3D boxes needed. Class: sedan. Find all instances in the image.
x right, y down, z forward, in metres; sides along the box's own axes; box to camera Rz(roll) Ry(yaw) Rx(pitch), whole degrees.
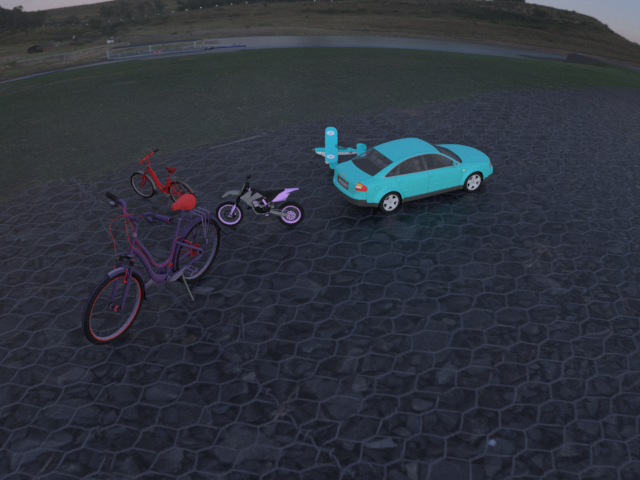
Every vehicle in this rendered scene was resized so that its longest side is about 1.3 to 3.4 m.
[{"bbox_3d":[1.760,-1.339,12.826,3.137,0.940,1.235,-14,33,-22],"label":"sedan"}]

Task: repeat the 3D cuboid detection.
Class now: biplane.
[{"bbox_3d":[0.384,-1.779,14.000,1.090,0.504,1.336,0,31,0],"label":"biplane"}]

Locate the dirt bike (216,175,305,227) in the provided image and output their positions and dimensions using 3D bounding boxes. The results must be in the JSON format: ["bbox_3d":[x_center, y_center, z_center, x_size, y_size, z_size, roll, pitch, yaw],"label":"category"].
[{"bbox_3d":[-1.003,-0.597,11.649,1.493,0.857,0.527,-1,31,-1],"label":"dirt bike"}]

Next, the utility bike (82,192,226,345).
[{"bbox_3d":[-2.094,0.173,9.376,1.039,1.839,2.791,17,35,26],"label":"utility bike"}]

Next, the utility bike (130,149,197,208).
[{"bbox_3d":[-2.818,-1.039,12.311,1.435,0.946,0.535,14,33,22],"label":"utility bike"}]
